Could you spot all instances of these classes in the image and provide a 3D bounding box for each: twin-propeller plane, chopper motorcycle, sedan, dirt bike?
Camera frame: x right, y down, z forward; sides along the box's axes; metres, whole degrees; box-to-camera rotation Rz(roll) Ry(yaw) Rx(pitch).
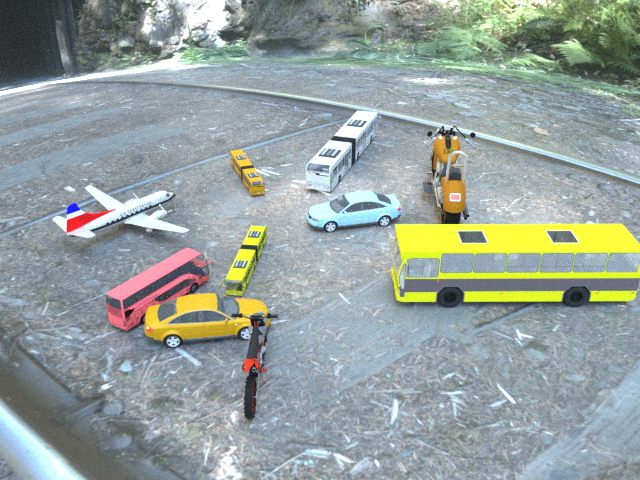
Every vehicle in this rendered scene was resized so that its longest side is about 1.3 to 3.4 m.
[{"bbox_3d":[-3.198,-0.521,11.413,2.663,0.792,2.129,22,35,34],"label":"twin-propeller plane"},{"bbox_3d":[2.219,-1.350,12.222,0.906,1.480,3.040,2,28,3],"label":"chopper motorcycle"},{"bbox_3d":[-1.437,0.970,8.982,1.613,0.483,0.635,-5,29,-9],"label":"sedan"},{"bbox_3d":[-0.745,1.296,7.987,0.527,0.857,1.493,1,28,2],"label":"dirt bike"},{"bbox_3d":[0.569,-0.519,11.734,1.613,0.483,0.635,-6,29,-12],"label":"sedan"}]

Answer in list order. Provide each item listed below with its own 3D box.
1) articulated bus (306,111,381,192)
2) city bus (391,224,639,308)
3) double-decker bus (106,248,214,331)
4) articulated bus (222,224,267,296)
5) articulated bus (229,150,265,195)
[{"bbox_3d":[0.511,-1.855,14.121,0.605,0.561,3.401,9,30,17],"label":"articulated bus"},{"bbox_3d":[2.657,0.348,9.699,3.255,0.894,0.926,0,28,0],"label":"city bus"},{"bbox_3d":[-2.159,0.628,9.553,0.389,0.541,1.672,18,33,30],"label":"double-decker bus"},{"bbox_3d":[-1.087,0.269,10.482,0.311,0.289,1.749,4,29,7],"label":"articulated bus"},{"bbox_3d":[-1.401,-1.308,13.397,0.311,0.289,1.749,-10,30,-17],"label":"articulated bus"}]
